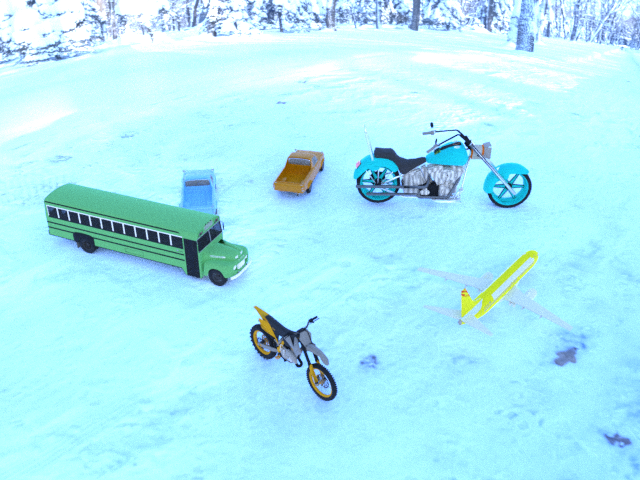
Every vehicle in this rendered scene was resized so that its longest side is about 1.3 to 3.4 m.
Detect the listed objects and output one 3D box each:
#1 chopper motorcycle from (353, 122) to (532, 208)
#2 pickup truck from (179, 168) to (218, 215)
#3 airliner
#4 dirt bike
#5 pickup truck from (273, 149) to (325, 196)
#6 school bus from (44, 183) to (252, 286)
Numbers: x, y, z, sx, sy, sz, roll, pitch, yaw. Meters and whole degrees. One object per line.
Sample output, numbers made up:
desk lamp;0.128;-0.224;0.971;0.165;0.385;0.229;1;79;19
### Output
chopper motorcycle;2.091;-1.257;11.862;3.040;1.480;0.906;1;31;1
pickup truck;-2.109;-0.857;12.138;0.640;0.511;1.603;-4;31;-7
airliner;2.478;0.493;9.554;2.257;0.835;2.541;22;37;32
dirt bike;-0.333;1.272;8.225;0.527;0.857;1.493;-26;40;-37
pickup truck;-0.367;-1.305;12.890;0.640;0.511;1.603;7;32;12
school bus;-2.612;-0.123;10.580;3.322;0.844;0.709;12;33;20
